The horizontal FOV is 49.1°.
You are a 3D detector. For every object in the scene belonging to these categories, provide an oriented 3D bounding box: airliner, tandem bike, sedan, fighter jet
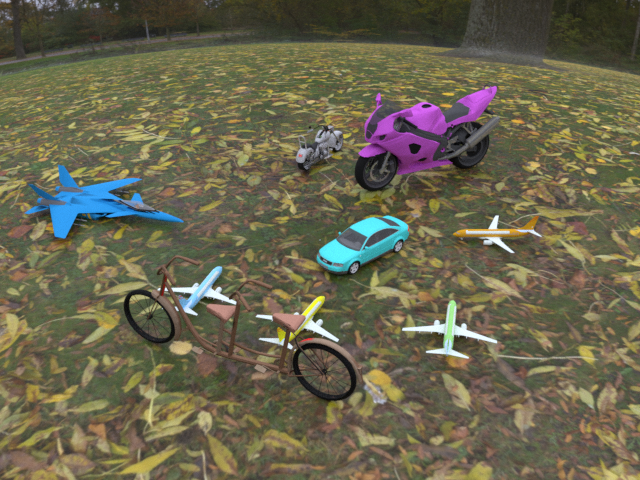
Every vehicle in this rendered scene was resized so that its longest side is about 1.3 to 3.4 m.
[{"bbox_3d":[-0.232,0.958,8.878,1.161,0.429,1.307,14,33,22],"label":"airliner"},{"bbox_3d":[1.633,1.030,8.755,1.161,0.429,1.307,6,31,11],"label":"airliner"},{"bbox_3d":[-0.987,0.971,7.969,3.192,1.326,0.550,13,33,22],"label":"tandem bike"},{"bbox_3d":[2.722,-0.186,10.834,1.307,0.429,1.161,0,30,1],"label":"airliner"},{"bbox_3d":[0.653,0.017,10.434,1.613,0.483,0.635,-24,38,-35],"label":"sedan"},{"bbox_3d":[-1.611,0.603,9.486,1.161,0.429,1.307,9,31,15],"label":"airliner"},{"bbox_3d":[-3.433,-0.655,11.510,2.640,0.557,2.229,10,32,16],"label":"fighter jet"}]

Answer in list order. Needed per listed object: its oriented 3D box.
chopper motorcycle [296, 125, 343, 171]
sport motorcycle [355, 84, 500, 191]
[{"bbox_3d":[0.023,-1.862,13.371,0.466,0.761,1.563,17,34,26],"label":"chopper motorcycle"},{"bbox_3d":[1.912,-1.837,12.502,2.955,1.596,0.983,-15,34,-24],"label":"sport motorcycle"}]
